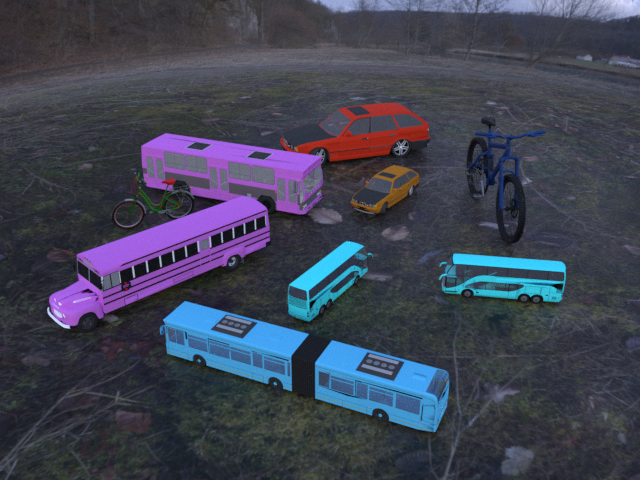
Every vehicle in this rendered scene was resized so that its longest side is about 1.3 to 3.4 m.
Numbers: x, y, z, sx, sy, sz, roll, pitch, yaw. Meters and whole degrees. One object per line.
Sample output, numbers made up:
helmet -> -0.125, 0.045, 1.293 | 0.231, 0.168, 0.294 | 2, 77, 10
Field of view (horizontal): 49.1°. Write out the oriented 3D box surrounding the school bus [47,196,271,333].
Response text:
school bus -> -2.172, 0.266, 9.793 | 3.322, 0.844, 0.709 | -24, 36, -38

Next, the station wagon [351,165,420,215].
station wagon -> 1.177, -0.936, 12.530 | 0.682, 0.473, 1.597 | 18, 32, 31

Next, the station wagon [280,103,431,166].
station wagon -> 0.719, -2.257, 14.606 | 3.105, 0.920, 1.327 | -9, 29, -17

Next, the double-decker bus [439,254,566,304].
double-decker bus -> 2.485, 0.522, 9.627 | 1.672, 0.541, 0.389 | 4, 28, 8

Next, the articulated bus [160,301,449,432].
articulated bus -> -0.259, 1.379, 7.942 | 3.401, 0.561, 0.605 | 12, 30, 22

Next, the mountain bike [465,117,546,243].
mountain bike -> 2.903, -1.159, 11.638 | 1.114, 1.688, 2.857 | -2, 27, -4

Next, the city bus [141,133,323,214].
city bus -> -1.594, -1.175, 12.534 | 3.255, 0.894, 0.926 | 11, 29, 20

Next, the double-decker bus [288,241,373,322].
double-decker bus -> 0.152, 0.524, 9.623 | 0.389, 0.541, 1.672 | 16, 31, 28

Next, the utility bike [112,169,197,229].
utility bike -> -2.703, -0.661, 11.480 | 1.435, 0.946, 0.535 | -13, 30, -23
